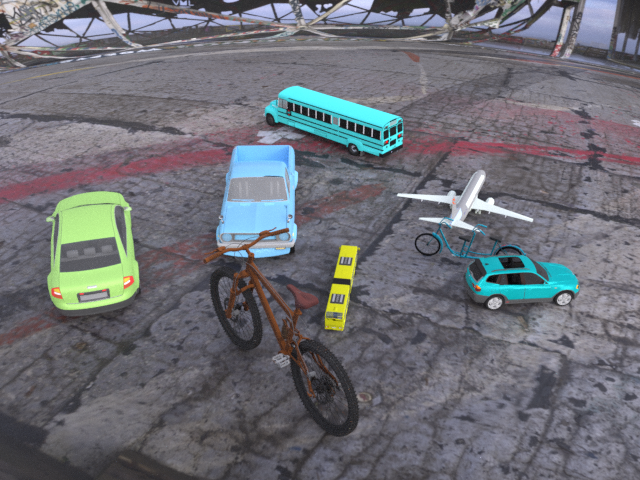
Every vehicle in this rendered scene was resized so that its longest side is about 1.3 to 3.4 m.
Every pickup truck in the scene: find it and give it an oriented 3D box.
[{"bbox_3d":[-0.986,-0.816,11.482,1.244,0.993,3.117,-1,31,-1],"label":"pickup truck"}]

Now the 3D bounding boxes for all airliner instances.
[{"bbox_3d":[2.469,-0.837,11.669,2.257,0.835,2.541,13,34,20],"label":"airliner"}]

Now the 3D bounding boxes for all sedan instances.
[{"bbox_3d":[-3.334,-0.026,10.235,1.235,0.940,3.137,-9,32,-14],"label":"sedan"}]

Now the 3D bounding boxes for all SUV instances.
[{"bbox_3d":[2.786,0.532,9.663,1.572,0.580,0.656,-3,31,-5],"label":"SUV"}]

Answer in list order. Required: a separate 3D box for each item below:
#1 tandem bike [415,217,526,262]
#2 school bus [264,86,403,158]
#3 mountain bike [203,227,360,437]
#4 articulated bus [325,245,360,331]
[{"bbox_3d":[2.219,0.052,10.355,1.642,0.682,0.283,10,33,15],"label":"tandem bike"},{"bbox_3d":[0.170,-2.474,14.351,3.322,0.844,0.709,25,39,34],"label":"school bus"},{"bbox_3d":[-0.501,0.955,7.903,1.114,1.688,2.857,-22,38,-31],"label":"mountain bike"},{"bbox_3d":[0.313,0.631,9.782,0.311,0.289,1.749,4,32,7],"label":"articulated bus"}]
